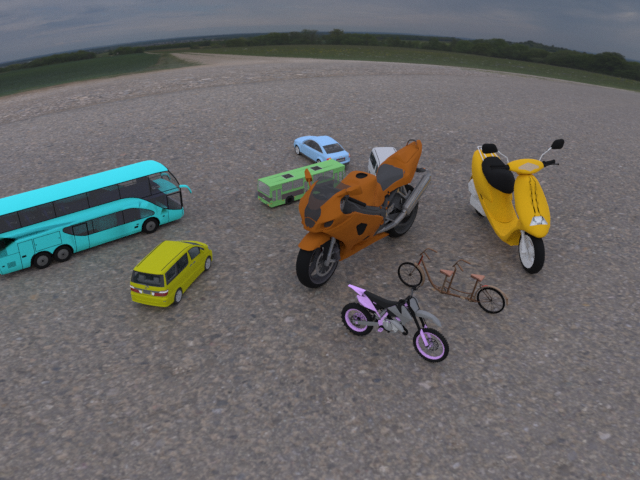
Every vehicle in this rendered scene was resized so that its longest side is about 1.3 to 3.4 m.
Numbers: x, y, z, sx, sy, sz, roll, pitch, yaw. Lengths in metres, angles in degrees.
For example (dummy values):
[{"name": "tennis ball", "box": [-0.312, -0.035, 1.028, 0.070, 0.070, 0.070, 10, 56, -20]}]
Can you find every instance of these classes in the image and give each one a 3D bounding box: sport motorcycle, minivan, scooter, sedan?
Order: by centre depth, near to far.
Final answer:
[{"name": "minivan", "box": [-2.092, 0.363, 10.004, 0.681, 0.616, 1.548, 8, 29, 15]}, {"name": "sport motorcycle", "box": [0.644, -0.438, 10.463, 0.983, 1.596, 2.955, 21, 35, 34]}, {"name": "scooter", "box": [2.941, -0.803, 10.945, 1.288, 1.786, 2.721, -5, 28, -9]}, {"name": "minivan", "box": [1.272, -1.182, 12.898, 0.681, 0.616, 1.548, -2, 28, -4]}, {"name": "sedan", "box": [0.014, -1.881, 14.349, 0.635, 0.483, 1.613, -15, 32, -26]}]

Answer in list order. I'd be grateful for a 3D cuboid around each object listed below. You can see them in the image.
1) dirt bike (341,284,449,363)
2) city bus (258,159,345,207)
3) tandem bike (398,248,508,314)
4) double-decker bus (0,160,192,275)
[{"name": "dirt bike", "box": [0.911, 0.970, 8.610, 1.493, 0.857, 0.527, 17, 32, 29]}, {"name": "city bus", "box": [-0.319, -1.027, 12.773, 1.674, 0.460, 0.476, -19, 33, -31]}, {"name": "tandem bike", "box": [1.802, 0.536, 9.609, 1.642, 0.682, 0.283, 17, 33, 29]}, {"name": "double-decker bus", "box": [-3.626, -0.434, 11.033, 3.251, 1.052, 0.756, -21, 35, -34]}]
